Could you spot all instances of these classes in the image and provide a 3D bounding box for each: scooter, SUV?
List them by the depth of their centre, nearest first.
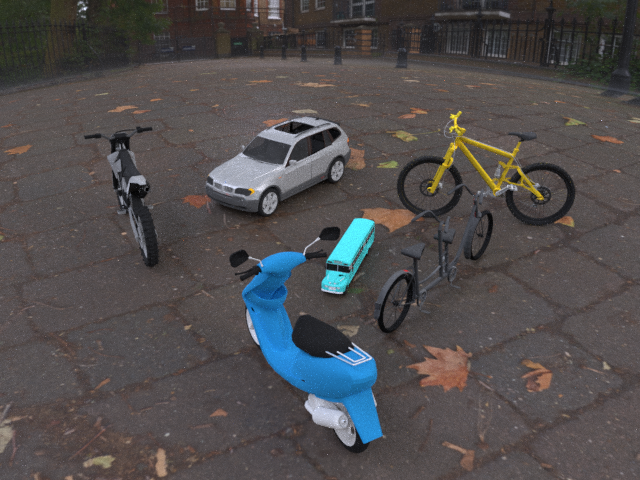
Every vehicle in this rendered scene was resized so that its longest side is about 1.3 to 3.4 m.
[{"bbox_3d":[-0.188,0.907,7.343,1.288,1.786,2.721,-15,31,-27],"label":"scooter"},{"bbox_3d":[-0.692,-1.426,12.624,1.276,1.128,3.058,20,33,33],"label":"SUV"}]

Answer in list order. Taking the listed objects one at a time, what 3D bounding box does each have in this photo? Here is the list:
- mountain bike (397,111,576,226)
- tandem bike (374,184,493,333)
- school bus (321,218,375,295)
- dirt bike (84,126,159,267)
[{"bbox_3d":[2.687,-1.078,11.330,2.857,1.688,1.114,5,27,9],"label":"mountain bike"},{"bbox_3d":[1.627,0.131,9.366,0.550,1.326,3.192,19,33,33],"label":"tandem bike"},{"bbox_3d":[0.422,0.225,10.160,0.365,0.434,1.708,8,28,16],"label":"school bus"},{"bbox_3d":[-2.950,-0.808,10.826,1.024,1.666,2.903,-12,29,-21],"label":"dirt bike"}]
